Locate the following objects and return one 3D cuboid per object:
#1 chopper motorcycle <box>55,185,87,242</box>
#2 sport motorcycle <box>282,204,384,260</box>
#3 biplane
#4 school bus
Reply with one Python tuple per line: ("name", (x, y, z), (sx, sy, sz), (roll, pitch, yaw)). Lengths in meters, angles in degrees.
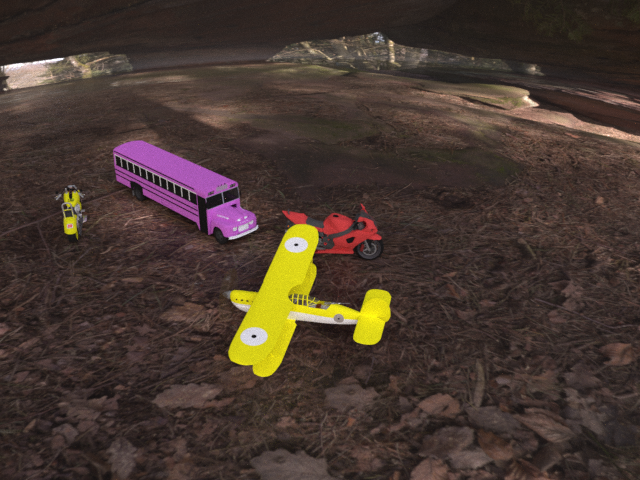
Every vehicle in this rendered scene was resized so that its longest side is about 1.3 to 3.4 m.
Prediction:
("chopper motorcycle", (-4.023, -0.549, 11.385), (0.466, 0.761, 1.563), (-7, 29, -13))
("sport motorcycle", (0.200, -0.086, 10.447), (1.520, 0.821, 0.506), (2, 28, 4))
("biplane", (-0.202, 0.847, 8.521), (2.120, 0.981, 2.598), (7, 29, 13))
("school bus", (-2.333, -0.870, 11.900), (3.322, 0.844, 0.709), (25, 37, 38))
